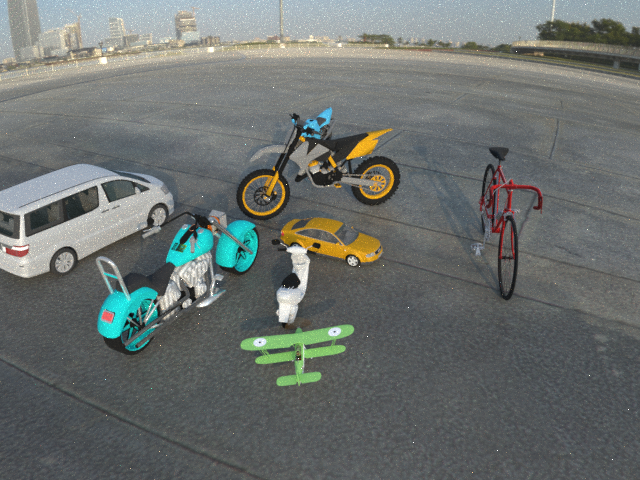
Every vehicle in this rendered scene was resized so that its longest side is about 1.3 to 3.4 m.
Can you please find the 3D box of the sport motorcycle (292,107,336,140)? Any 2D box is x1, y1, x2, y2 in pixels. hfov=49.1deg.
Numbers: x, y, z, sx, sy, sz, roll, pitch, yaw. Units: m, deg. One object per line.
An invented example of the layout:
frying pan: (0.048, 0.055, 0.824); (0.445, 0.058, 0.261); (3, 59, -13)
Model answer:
sport motorcycle: (-0.155, -2.167, 14.344); (0.506, 0.821, 1.520); (15, 32, 26)

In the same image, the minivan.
minivan: (-3.657, -0.496, 10.838); (1.324, 1.197, 3.011); (19, 33, 31)

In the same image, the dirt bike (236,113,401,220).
dirt bike: (0.018, -1.205, 11.662); (2.903, 1.666, 1.024); (-9, 29, -16)

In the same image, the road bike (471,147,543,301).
road bike: (2.612, -0.413, 10.200); (0.696, 1.656, 3.004); (2, 28, 4)

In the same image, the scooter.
scooter: (-0.343, 0.496, 9.288); (0.662, 0.919, 1.399); (5, 29, 9)

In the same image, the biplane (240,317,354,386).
biplane: (-0.266, 1.344, 8.147); (1.336, 0.504, 1.090); (-1, 28, -1)

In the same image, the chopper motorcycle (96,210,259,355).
chopper motorcycle: (-1.722, 0.279, 9.097); (0.906, 1.480, 3.040); (14, 31, 25)

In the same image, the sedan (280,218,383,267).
sedan: (0.175, -0.025, 10.716); (1.613, 0.483, 0.635); (12, 31, 21)
